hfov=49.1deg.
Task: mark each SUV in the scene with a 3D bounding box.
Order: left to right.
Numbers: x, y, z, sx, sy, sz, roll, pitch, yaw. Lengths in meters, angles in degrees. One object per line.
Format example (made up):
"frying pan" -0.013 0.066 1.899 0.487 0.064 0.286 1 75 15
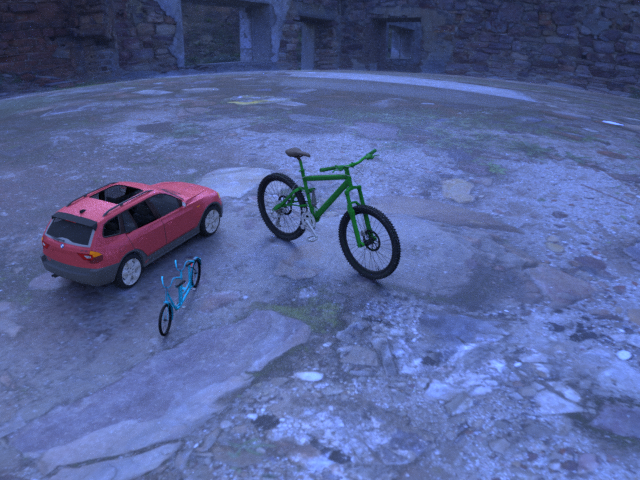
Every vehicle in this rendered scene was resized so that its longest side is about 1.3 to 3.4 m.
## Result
"SUV" -2.704 -0.319 10.443 1.276 1.128 3.058 13 29 25

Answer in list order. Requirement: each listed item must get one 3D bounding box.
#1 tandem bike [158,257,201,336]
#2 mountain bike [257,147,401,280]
"tandem bike" -1.809 0.591 9.106 0.283 0.682 1.642 4 27 8
"mountain bike" 0.041 -0.506 10.189 2.857 1.688 1.114 23 35 39
